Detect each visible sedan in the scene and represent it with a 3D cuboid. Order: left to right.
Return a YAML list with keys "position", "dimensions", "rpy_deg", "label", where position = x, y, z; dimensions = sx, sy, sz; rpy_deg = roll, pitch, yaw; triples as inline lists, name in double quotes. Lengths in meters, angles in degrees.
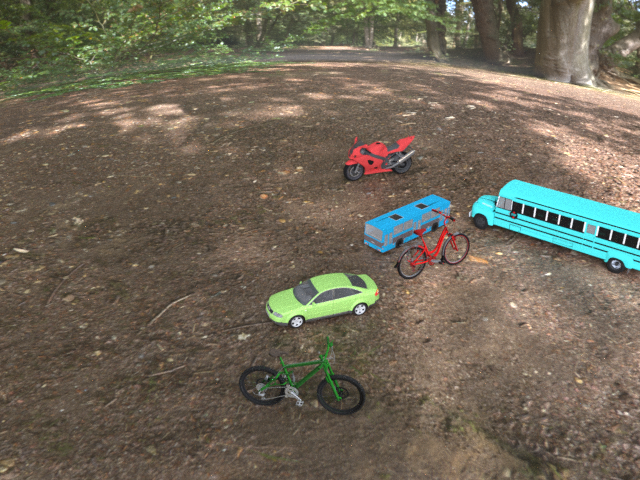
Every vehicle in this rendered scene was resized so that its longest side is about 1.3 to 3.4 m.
- position: [0.037, 0.783, 9.779]
  dimensions: [1.613, 0.483, 0.635]
  rpy_deg: [-10, 30, -17]
  label: "sedan"

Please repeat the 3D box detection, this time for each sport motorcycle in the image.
- position: [1.172, -1.633, 13.886]
  dimensions: [1.520, 0.821, 0.506]
  rpy_deg: [-10, 30, -18]
  label: "sport motorcycle"

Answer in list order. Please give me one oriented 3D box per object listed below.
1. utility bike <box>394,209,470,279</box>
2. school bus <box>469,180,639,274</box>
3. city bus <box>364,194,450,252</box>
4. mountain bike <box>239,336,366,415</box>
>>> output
- position: [1.701, 0.047, 10.653]
  dimensions: [1.435, 0.946, 0.535]
  rpy_deg: [-15, 32, -25]
  label: "utility bike"
- position: [4.017, -0.262, 11.330]
  dimensions: [3.322, 0.844, 0.709]
  rpy_deg: [21, 35, 34]
  label: "school bus"
- position: [1.484, -0.273, 11.754]
  dimensions: [1.674, 0.460, 0.476]
  rpy_deg: [-23, 36, -35]
  label: "city bus"
- position: [-0.211, 1.580, 7.902]
  dimensions: [1.469, 0.868, 0.573]
  rpy_deg: [5, 29, 9]
  label: "mountain bike"
